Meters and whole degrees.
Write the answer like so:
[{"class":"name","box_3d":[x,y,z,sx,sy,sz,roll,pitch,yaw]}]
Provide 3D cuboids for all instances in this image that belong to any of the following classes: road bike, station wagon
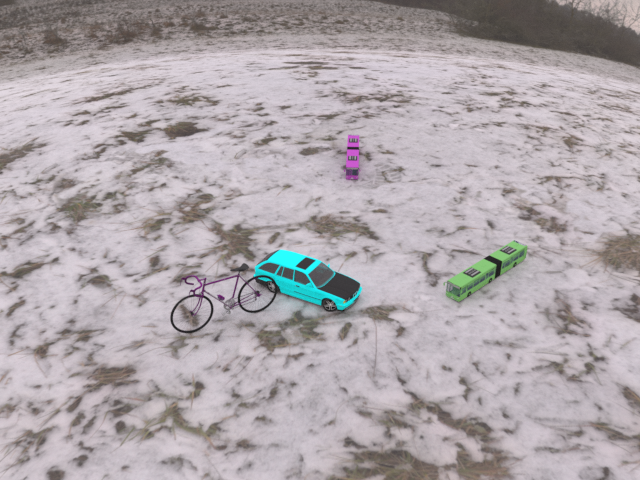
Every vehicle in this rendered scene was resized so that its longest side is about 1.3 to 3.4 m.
[{"class":"road bike","box_3d":[-1.274,0.751,9.388,1.545,0.852,0.358,-15,33,-25]},{"class":"station wagon","box_3d":[-0.174,0.543,10.126,1.597,0.473,0.682,16,34,26]}]

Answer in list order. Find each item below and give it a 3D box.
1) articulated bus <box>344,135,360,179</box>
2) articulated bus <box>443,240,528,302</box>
[{"class":"articulated bus","box_3d":[0.664,-1.701,14.196,0.311,0.289,1.749,2,30,3]},{"class":"articulated bus","box_3d":[2.511,0.443,10.484,1.749,0.289,0.311,-25,38,-36]}]
